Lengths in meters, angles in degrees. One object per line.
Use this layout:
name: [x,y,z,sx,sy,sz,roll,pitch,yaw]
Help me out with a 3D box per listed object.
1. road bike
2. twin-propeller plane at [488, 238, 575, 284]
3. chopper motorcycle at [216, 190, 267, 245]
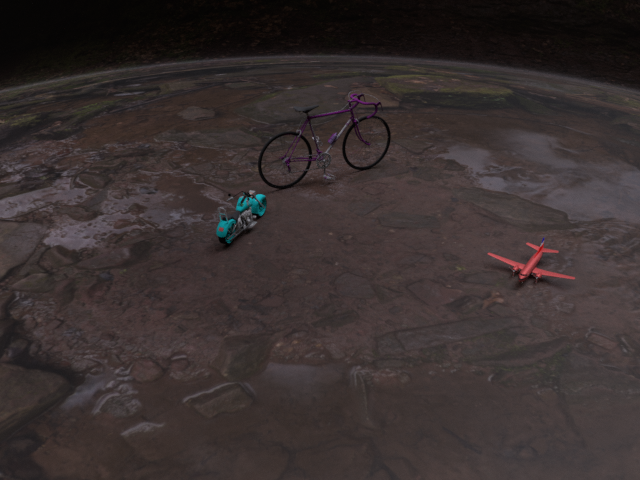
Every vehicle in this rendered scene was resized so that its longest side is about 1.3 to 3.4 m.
road bike: [0.145,-1.957,13.662,3.004,1.656,0.697,-15,33,-25]
twin-propeller plane: [3.296,0.328,10.862,1.370,0.407,1.095,18,34,28]
chopper motorcycle: [-1.318,-0.504,11.985,0.466,0.761,1.563,12,31,20]
